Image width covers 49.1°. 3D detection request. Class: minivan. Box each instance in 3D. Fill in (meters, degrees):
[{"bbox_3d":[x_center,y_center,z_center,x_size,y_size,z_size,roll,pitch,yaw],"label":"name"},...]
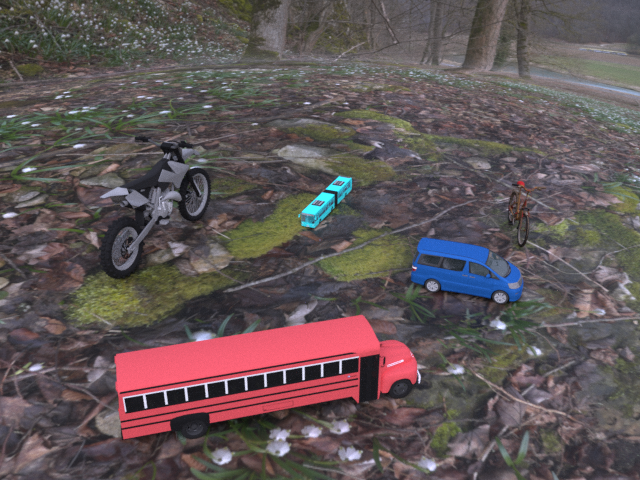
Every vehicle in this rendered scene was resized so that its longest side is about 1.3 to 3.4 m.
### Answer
[{"bbox_3d":[2.085,0.412,9.870,1.548,0.616,0.681,9,29,17],"label":"minivan"}]

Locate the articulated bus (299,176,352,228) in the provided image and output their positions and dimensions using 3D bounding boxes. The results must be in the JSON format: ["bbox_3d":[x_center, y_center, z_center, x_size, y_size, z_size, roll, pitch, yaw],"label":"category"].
[{"bbox_3d":[0.133,-0.689,12.296,0.311,0.289,1.749,11,30,21],"label":"articulated bus"}]

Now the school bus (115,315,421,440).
[{"bbox_3d":[-0.503,1.455,7.659,3.322,0.844,0.709,-7,29,-14],"label":"school bus"}]

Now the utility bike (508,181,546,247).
[{"bbox_3d":[3.279,-0.540,11.312,0.535,0.946,1.435,2,28,3],"label":"utility bike"}]

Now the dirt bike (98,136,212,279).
[{"bbox_3d":[-2.488,-0.656,10.763,1.024,1.666,2.903,11,30,20],"label":"dirt bike"}]
